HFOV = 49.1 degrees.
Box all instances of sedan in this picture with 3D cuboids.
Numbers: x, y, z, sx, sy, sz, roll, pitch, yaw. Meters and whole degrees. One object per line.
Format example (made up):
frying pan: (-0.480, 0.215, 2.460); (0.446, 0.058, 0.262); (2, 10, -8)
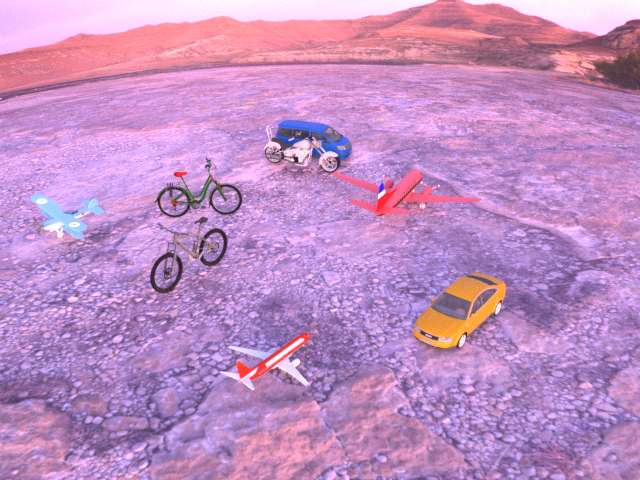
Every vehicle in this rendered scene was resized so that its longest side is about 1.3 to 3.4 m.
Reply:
sedan: (1.762, 0.826, 8.733); (0.635, 0.483, 1.613); (20, 33, 34)

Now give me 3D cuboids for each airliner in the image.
airliner: (-0.508, 1.266, 7.934); (1.161, 0.429, 1.307); (19, 33, 32)

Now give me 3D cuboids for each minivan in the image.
minivan: (-0.121, -2.017, 14.134); (1.548, 0.616, 0.681); (9, 29, 18)

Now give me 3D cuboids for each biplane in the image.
biplane: (-3.949, -0.359, 11.022); (1.336, 0.504, 1.090); (21, 34, 35)

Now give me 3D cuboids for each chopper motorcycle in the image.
chopper motorcycle: (-0.359, -1.745, 13.443); (1.563, 0.761, 0.466); (10, 29, 19)

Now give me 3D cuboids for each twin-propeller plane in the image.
twin-propeller plane: (1.341, -0.887, 11.737); (2.663, 0.792, 2.129); (12, 30, 23)

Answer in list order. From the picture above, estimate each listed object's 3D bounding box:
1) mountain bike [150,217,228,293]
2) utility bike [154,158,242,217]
mountain bike: (-1.797, 0.136, 9.658); (0.573, 0.868, 1.469); (18, 32, 31)
utility bike: (-2.009, -0.852, 11.499); (1.435, 0.946, 0.535); (-3, 27, -6)
